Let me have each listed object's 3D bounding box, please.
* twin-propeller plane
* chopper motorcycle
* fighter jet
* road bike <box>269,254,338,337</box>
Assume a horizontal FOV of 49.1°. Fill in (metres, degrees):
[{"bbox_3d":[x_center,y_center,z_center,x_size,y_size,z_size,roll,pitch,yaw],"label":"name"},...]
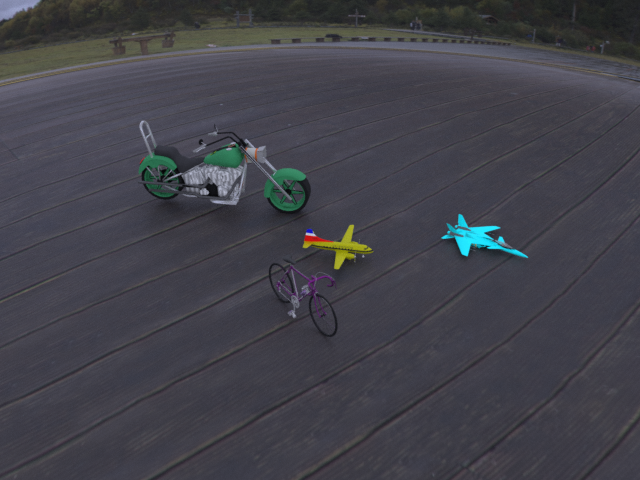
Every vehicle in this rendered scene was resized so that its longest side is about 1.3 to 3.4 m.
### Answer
[{"bbox_3d":[0.287,0.055,10.832,1.095,0.407,1.370,6,31,10],"label":"twin-propeller plane"},{"bbox_3d":[-1.673,-1.248,12.007,3.040,1.480,0.906,5,31,9],"label":"chopper motorcycle"},{"bbox_3d":[2.666,-0.018,11.079,1.358,0.286,1.147,22,37,33],"label":"fighter jet"},{"bbox_3d":[-0.251,0.676,9.320,0.358,0.852,1.545,-21,36,-32],"label":"road bike"}]
